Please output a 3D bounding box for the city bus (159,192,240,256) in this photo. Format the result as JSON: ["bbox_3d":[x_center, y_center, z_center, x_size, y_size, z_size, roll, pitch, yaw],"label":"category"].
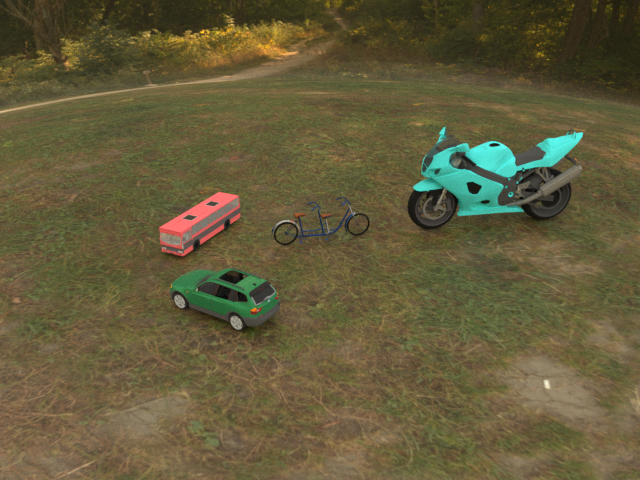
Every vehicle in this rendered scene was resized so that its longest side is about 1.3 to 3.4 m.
[{"bbox_3d":[-1.910,-0.263,11.337,0.476,0.460,1.674,12,28,23],"label":"city bus"}]

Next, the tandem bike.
[{"bbox_3d":[0.024,-0.302,11.160,1.642,0.682,0.283,-7,26,-15],"label":"tandem bike"}]

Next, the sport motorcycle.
[{"bbox_3d":[2.888,-1.010,11.584,2.955,1.596,0.983,-5,26,-11],"label":"sport motorcycle"}]

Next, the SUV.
[{"bbox_3d":[-1.269,0.679,9.213,1.572,0.580,0.656,16,30,30],"label":"SUV"}]
